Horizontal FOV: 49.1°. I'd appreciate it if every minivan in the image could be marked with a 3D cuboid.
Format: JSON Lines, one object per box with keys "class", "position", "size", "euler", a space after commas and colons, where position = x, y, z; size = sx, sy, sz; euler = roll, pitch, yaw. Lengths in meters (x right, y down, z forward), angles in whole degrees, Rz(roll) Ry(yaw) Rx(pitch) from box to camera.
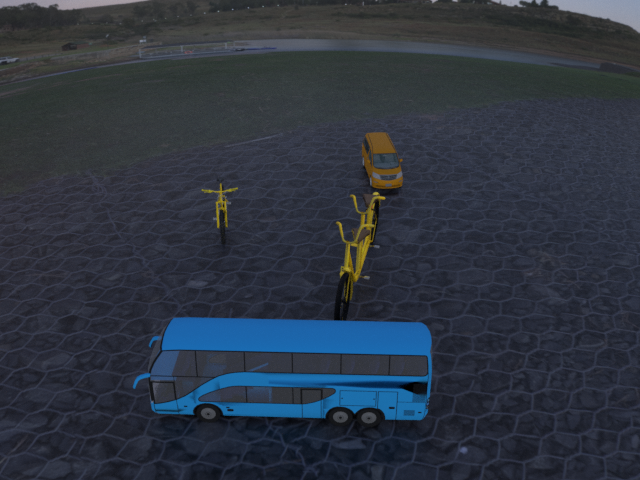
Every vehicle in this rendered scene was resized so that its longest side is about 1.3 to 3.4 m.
{"class": "minivan", "position": [1.190, -1.534, 13.488], "size": [0.681, 0.616, 1.548], "euler": [-3, 30, -5]}

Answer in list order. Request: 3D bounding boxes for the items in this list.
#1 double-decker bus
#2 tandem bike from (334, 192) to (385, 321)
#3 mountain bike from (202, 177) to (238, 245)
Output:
{"class": "double-decker bus", "position": [-0.390, 1.456, 7.859], "size": [3.251, 1.052, 0.756], "euler": [1, 30, 2]}
{"class": "tandem bike", "position": [0.588, -0.009, 10.127], "size": [0.550, 1.326, 3.192], "euler": [7, 31, 12]}
{"class": "mountain bike", "position": [-1.622, -0.566, 11.553], "size": [0.573, 0.868, 1.469], "euler": [-3, 30, -6]}
